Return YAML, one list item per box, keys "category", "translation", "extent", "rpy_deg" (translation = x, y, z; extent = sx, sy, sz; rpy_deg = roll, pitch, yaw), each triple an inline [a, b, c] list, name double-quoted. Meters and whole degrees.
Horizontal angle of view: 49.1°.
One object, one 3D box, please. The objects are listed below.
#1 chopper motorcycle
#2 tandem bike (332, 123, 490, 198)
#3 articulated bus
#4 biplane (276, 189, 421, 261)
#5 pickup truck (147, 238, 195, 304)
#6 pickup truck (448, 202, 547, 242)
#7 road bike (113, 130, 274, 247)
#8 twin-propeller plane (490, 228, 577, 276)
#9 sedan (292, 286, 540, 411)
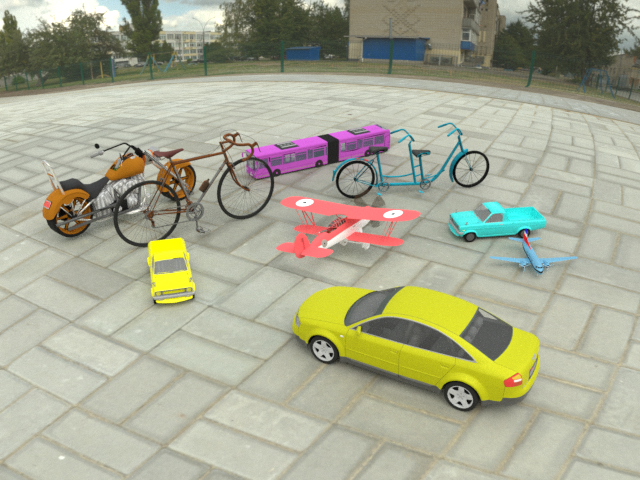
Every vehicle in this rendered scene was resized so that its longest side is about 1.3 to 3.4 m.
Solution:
- category: "chopper motorcycle"
  translation: [-3.469, -1.064, 12.347]
  extent: [0.906, 1.480, 3.040]
  rpy_deg: [22, 34, 36]
- category: "tandem bike"
  translation: [1.782, -1.508, 13.383]
  extent: [3.192, 1.326, 0.550]
  rpy_deg: [-6, 28, -11]
- category: "articulated bus"
  translation: [-0.003, -1.924, 15.033]
  extent: [3.401, 0.561, 0.605]
  rpy_deg: [-15, 31, -27]
- category: "biplane"
  translation: [0.233, -0.152, 11.115]
  extent: [2.598, 0.981, 2.120]
  rpy_deg: [19, 33, 32]
- category: "pickup truck"
  translation: [-2.267, 0.393, 10.566]
  extent: [0.640, 0.511, 1.603]
  rpy_deg: [-7, 28, -13]
- category: "pickup truck"
  translation: [3.040, -0.355, 12.027]
  extent: [1.603, 0.511, 0.640]
  rpy_deg: [-4, 27, -8]
- category: "road bike"
  translation: [-2.058, -0.887, 11.810]
  extent: [3.004, 1.656, 0.696]
  rpy_deg: [-18, 32, -31]
- category: "twin-propeller plane"
  translation: [3.351, 0.201, 11.055]
  extent: [1.370, 0.407, 1.095]
  rpy_deg: [0, 27, 0]
- category: "sedan"
  translation: [1.114, 1.125, 8.668]
  extent: [3.137, 0.940, 1.235]
  rpy_deg: [14, 30, 26]
